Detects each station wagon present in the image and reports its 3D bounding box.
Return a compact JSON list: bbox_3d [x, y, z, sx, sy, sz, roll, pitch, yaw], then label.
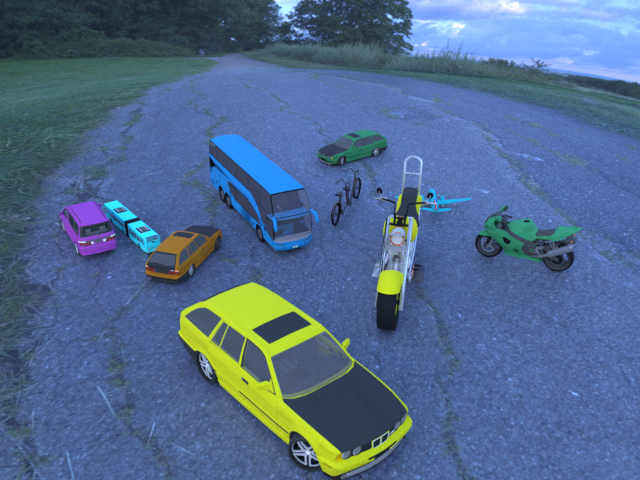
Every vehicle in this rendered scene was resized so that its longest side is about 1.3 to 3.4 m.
[{"bbox_3d":[-2.061,0.111,10.776,0.682,0.473,1.597,8,28,16],"label":"station wagon"},{"bbox_3d":[-0.373,1.373,7.826,1.327,0.920,3.105,-21,34,-35],"label":"station wagon"},{"bbox_3d":[0.686,-1.995,14.881,1.597,0.473,0.682,-19,33,-33],"label":"station wagon"}]

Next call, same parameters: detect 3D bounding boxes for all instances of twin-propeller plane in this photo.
[{"bbox_3d":[2.034,-0.743,12.513,1.370,0.407,1.095,2,27,3],"label":"twin-propeller plane"}]

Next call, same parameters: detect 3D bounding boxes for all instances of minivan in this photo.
[{"bbox_3d":[-3.799,-0.278,11.379,0.681,0.616,1.548,-15,31,-27],"label":"minivan"}]

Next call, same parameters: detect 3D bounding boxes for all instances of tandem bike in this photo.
[{"bbox_3d":[0.471,-0.814,12.350,0.283,0.682,1.642,10,29,18],"label":"tandem bike"}]

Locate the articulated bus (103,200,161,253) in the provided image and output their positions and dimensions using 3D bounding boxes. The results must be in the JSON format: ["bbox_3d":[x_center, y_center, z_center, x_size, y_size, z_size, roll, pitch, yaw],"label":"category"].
[{"bbox_3d":[-3.143,-0.239,11.662,0.311,0.289,1.749,-19,33,-32],"label":"articulated bus"}]

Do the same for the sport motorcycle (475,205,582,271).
[{"bbox_3d":[3.126,-0.004,10.620,1.520,0.821,0.506,12,30,22],"label":"sport motorcycle"}]

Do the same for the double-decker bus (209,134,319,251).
[{"bbox_3d":[-1.080,-0.856,12.027,0.756,1.052,3.251,-13,30,-24],"label":"double-decker bus"}]

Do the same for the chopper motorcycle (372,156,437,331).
[{"bbox_3d":[1.151,-0.039,9.967,0.906,1.480,3.040,6,28,11],"label":"chopper motorcycle"}]
